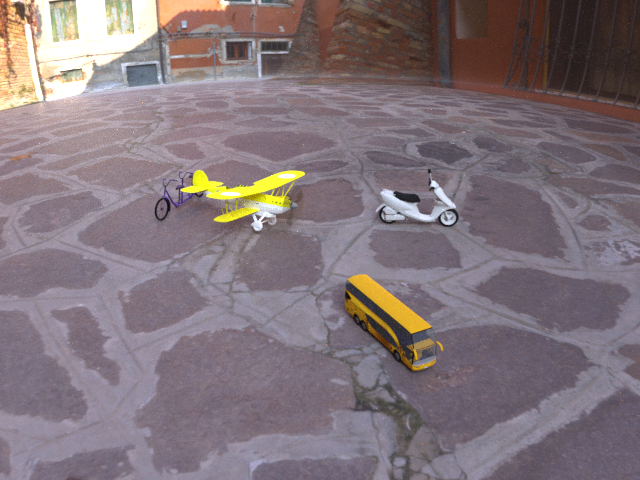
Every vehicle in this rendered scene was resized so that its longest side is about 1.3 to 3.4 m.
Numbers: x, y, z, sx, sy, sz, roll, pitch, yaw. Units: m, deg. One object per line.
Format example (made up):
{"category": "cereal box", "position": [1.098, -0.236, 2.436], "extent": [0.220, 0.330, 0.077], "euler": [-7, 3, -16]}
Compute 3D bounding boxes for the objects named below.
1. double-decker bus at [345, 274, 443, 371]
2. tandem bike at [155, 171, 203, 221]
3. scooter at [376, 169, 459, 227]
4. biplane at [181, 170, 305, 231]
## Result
{"category": "double-decker bus", "position": [0.859, 1.010, 8.692], "extent": [0.389, 0.541, 1.672], "euler": [-13, 29, -26]}
{"category": "tandem bike", "position": [-2.474, -0.899, 12.531], "extent": [0.283, 0.682, 1.642], "euler": [11, 28, 21]}
{"category": "scooter", "position": [1.650, -0.674, 11.784], "extent": [1.399, 0.919, 0.662], "euler": [3, 26, 7]}
{"category": "biplane", "position": [-1.277, -0.745, 11.861], "extent": [2.120, 0.981, 2.598], "euler": [13, 28, 25]}
